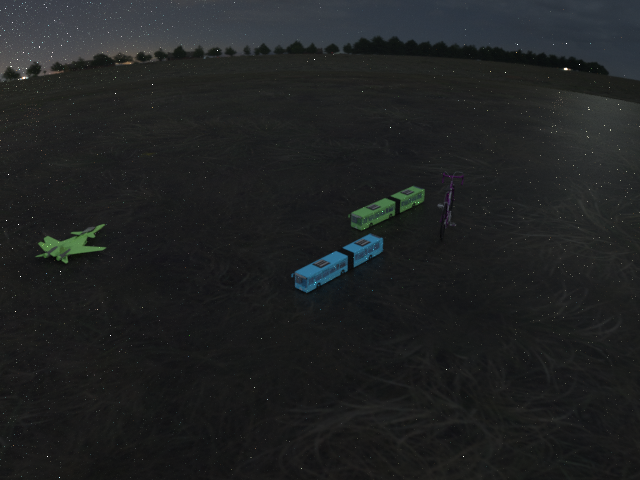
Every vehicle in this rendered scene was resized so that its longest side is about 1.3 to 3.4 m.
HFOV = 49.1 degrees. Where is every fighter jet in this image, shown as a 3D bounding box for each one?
[{"bbox_3d":[-3.882,-0.060,11.239,1.147,0.286,1.358,10,28,19],"label":"fighter jet"}]

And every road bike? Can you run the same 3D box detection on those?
[{"bbox_3d":[2.144,-0.610,11.707,0.358,0.852,1.545,8,28,15],"label":"road bike"}]

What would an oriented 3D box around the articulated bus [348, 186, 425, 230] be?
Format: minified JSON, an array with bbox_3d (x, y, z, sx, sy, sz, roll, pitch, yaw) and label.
[{"bbox_3d":[1.203,-0.574,12.265,0.311,0.289,1.749,24,35,39],"label":"articulated bus"}]

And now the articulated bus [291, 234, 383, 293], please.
[{"bbox_3d":[0.303,0.325,10.465,0.311,0.289,1.749,23,34,38],"label":"articulated bus"}]
